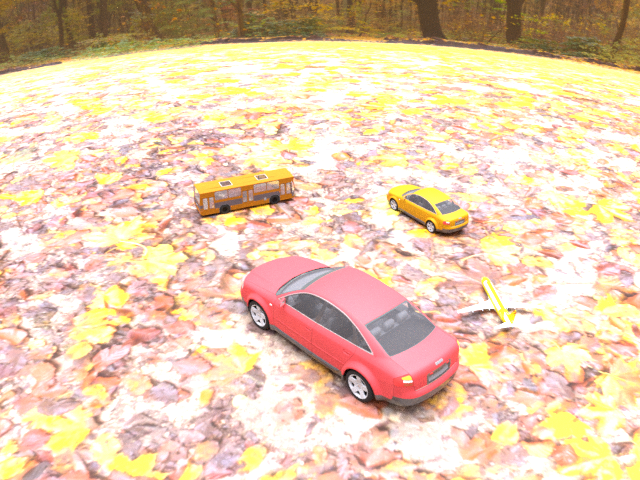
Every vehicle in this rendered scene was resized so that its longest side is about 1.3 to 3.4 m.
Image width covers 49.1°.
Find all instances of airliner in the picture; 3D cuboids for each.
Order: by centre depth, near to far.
[{"bbox_3d":[2.352,0.754,9.233,1.161,0.429,1.307,-3,30,-5],"label":"airliner"}]

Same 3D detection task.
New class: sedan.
[{"bbox_3d":[0.248,0.875,8.520,1.235,0.940,3.137,-25,39,-36],"label":"sedan"},{"bbox_3d":[1.742,-0.598,11.496,0.635,0.483,1.613,-19,35,-29],"label":"sedan"}]

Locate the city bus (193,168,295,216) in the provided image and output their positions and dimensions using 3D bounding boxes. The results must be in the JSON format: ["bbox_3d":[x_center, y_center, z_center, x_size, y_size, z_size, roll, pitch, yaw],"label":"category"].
[{"bbox_3d":[-1.276,-0.807,11.877,1.674,0.460,0.476,-13,33,-20],"label":"city bus"}]
